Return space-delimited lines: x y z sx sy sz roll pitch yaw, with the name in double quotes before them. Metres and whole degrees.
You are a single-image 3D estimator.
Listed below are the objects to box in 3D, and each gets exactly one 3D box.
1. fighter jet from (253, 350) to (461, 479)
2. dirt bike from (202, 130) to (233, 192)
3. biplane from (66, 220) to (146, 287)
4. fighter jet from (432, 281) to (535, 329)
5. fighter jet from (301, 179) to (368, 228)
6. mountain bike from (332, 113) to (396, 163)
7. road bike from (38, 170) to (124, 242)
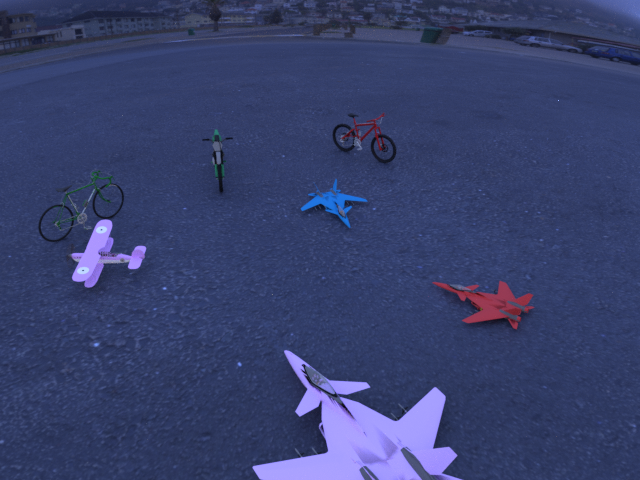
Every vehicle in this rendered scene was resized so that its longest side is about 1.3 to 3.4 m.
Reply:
"fighter jet" 0.252 1.730 7.228 2.229 0.557 2.640 -16 34 -26
"dirt bike" -1.803 -1.479 12.485 0.527 0.857 1.493 -5 30 -8
"biplane" -3.003 0.256 9.833 1.090 0.504 1.336 1 30 2
"fighter jet" 2.091 0.713 9.259 1.358 0.286 1.147 21 36 31
"fighter jet" 0.272 -0.592 11.519 1.147 0.286 1.358 -9 31 -15
"mountain bike" 0.834 -1.994 13.365 1.469 0.868 0.573 21 36 32
"road bike" -3.700 -0.549 10.879 0.358 0.852 1.545 22 37 33
